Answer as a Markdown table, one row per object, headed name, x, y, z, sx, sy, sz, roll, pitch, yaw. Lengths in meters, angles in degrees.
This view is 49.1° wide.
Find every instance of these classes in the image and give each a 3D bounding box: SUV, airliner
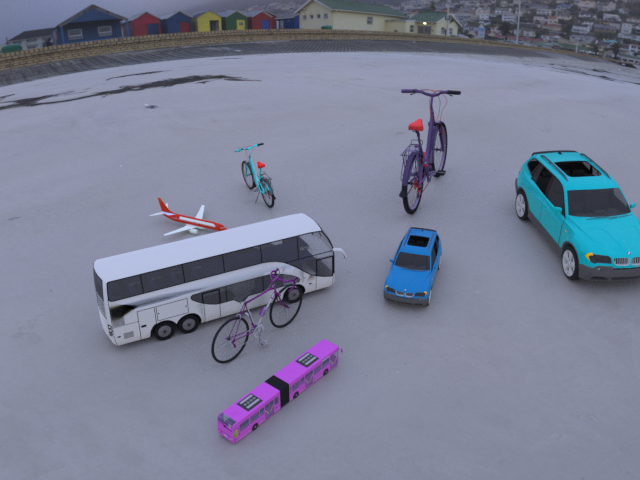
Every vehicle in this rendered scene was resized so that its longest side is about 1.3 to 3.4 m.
| name | x | y | z | sx | sy | sz | roll | pitch | yaw |
| --- | --- | --- | --- | --- | --- | --- | --- | --- | --- |
| SUV | 1.331 | 0.341 | 9.842 | 0.656 | 0.580 | 1.572 | 8 | 30 | 15 |
| airliner | -2.075 | -0.387 | 11.321 | 1.307 | 0.429 | 1.161 | 12 | 31 | 20 |
| SUV | 4.014 | -0.459 | 10.728 | 1.276 | 1.128 | 3.058 | -3 | 29 | -6 |

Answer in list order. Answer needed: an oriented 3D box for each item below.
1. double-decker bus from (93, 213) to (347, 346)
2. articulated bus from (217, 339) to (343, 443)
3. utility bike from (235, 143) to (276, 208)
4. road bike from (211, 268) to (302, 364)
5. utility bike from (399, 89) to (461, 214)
| name | x | y | z | sx | sy | sz | roll | pitch | yaw |
| --- | --- | --- | --- | --- | --- | --- | --- | --- | --- |
| double-decker bus | -1.246 | 0.449 | 9.159 | 3.251 | 1.052 | 0.756 | -14 | 32 | -24 |
| articulated bus | -0.412 | 1.639 | 7.788 | 0.311 | 0.289 | 1.749 | 22 | 36 | 34 |
| utility bike | -1.138 | -1.144 | 12.159 | 0.535 | 0.946 | 1.435 | -14 | 32 | -24 |
| road bike | -0.744 | 0.903 | 8.541 | 0.358 | 0.852 | 1.545 | 23 | 36 | 35 |
| utility bike | 1.766 | -1.656 | 12.164 | 1.039 | 1.839 | 2.791 | 12 | 31 | 20 |
